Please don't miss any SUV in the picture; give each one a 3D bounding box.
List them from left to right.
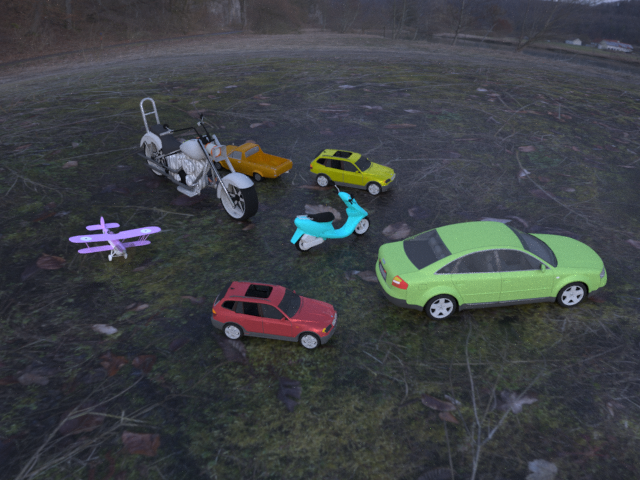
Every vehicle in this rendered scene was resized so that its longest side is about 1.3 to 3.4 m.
[{"bbox_3d":[-0.569,0.889,8.718,1.572,0.580,0.656,6,29,10],"label":"SUV"},{"bbox_3d":[0.580,-1.260,12.601,1.572,0.580,0.656,11,31,18],"label":"SUV"}]

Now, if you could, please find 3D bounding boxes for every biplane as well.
[{"bbox_3d":[-3.073,-0.025,10.448,1.336,0.504,1.090,-18,34,-29],"label":"biplane"}]

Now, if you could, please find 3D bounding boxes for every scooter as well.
[{"bbox_3d":[0.186,-0.349,10.605,1.399,0.919,0.662,-16,33,-27],"label":"scooter"}]

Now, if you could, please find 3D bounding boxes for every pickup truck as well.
[{"bbox_3d":[-1.303,-1.506,13.117,1.603,0.511,0.640,18,34,29],"label":"pickup truck"}]

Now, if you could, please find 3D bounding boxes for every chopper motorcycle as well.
[{"bbox_3d":[-2.140,-1.404,11.933,0.906,1.480,3.040,-26,38,-38],"label":"chopper motorcycle"}]

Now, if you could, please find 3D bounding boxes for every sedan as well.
[{"bbox_3d":[2.325,0.294,9.422,3.137,0.940,1.235,-4,29,-8],"label":"sedan"}]
